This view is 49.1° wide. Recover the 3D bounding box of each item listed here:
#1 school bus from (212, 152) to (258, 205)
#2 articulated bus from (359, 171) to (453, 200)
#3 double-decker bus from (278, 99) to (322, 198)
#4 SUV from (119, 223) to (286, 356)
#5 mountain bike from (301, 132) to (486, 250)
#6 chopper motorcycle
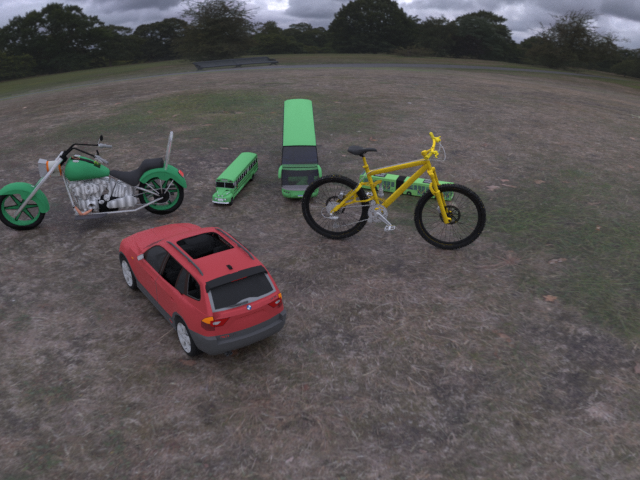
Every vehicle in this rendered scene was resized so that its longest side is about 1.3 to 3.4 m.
[{"bbox_3d":[-1.562,-1.140,12.950,0.365,0.434,1.708,6,27,11],"label":"school bus"},{"bbox_3d":[1.587,-1.000,12.833,1.749,0.289,0.311,10,28,19],"label":"articulated bus"},{"bbox_3d":[-0.405,-1.803,13.577,0.756,1.052,3.251,-1,27,-2],"label":"double-decker bus"},{"bbox_3d":[-1.626,0.396,9.143,1.276,1.128,3.058,-17,31,-30],"label":"SUV"},{"bbox_3d":[1.108,-0.695,10.681,2.857,1.688,1.114,5,27,10],"label":"mountain bike"},{"bbox_3d":[-3.742,-0.975,11.465,3.040,1.480,0.906,-5,27,-11],"label":"chopper motorcycle"}]
